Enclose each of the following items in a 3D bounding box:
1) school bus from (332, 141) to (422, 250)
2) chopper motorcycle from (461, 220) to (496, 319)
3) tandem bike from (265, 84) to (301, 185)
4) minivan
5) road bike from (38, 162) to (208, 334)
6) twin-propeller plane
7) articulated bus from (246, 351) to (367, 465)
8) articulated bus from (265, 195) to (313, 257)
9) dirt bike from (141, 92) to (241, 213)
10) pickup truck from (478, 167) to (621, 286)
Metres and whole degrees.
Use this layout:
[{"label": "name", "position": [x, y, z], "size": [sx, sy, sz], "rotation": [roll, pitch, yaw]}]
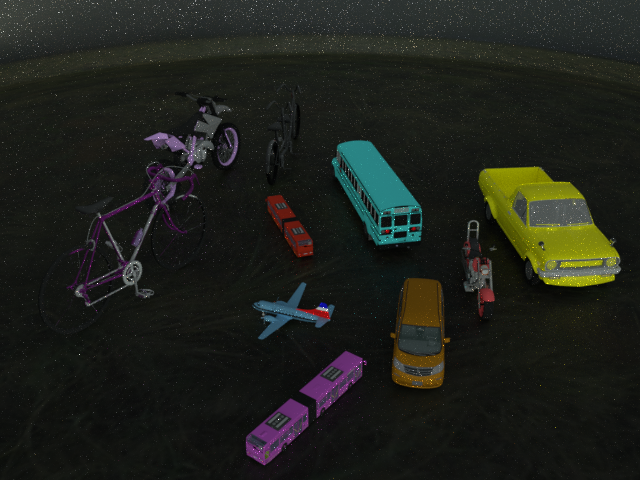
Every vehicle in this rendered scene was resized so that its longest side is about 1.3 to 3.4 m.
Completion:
[{"label": "school bus", "position": [0.851, -0.887, 11.763], "size": [0.709, 0.844, 3.322], "rotation": [-6, 29, -10]}, {"label": "chopper motorcycle", "position": [2.164, 0.388, 9.513], "size": [0.466, 0.761, 1.563], "rotation": [1, 29, 1]}, {"label": "tandem bike", "position": [-0.700, -2.164, 13.600], "size": [0.550, 1.326, 3.192], "rotation": [4, 29, 8]}, {"label": "minivan", "position": [1.197, 1.088, 8.383], "size": [0.681, 0.616, 1.548], "rotation": [4, 29, 7]}, {"label": "road bike", "position": [-2.498, 0.023, 9.248], "size": [0.697, 1.656, 3.004], "rotation": [17, 33, 28]}, {"label": "twin-propeller plane", "position": [-0.380, 0.883, 8.975], "size": [1.095, 0.407, 1.370], "rotation": [11, 30, 19]}, {"label": "articulated bus", "position": [-0.115, 1.754, 7.504], "size": [0.311, 0.289, 1.749], "rotation": [20, 34, 32]}, {"label": "articulated bus", "position": [-0.498, -0.249, 11.174], "size": [0.311, 0.289, 1.749], "rotation": [-9, 30, -17]}, {"label": "dirt bike", "position": [-2.225, -1.668, 12.337], "size": [1.024, 1.666, 2.903], "rotation": [13, 31, 22]}, {"label": "pickup truck", "position": [3.396, -0.392, 10.701], "size": [1.244, 0.993, 3.117], "rotation": [-3, 29, -5]}]
